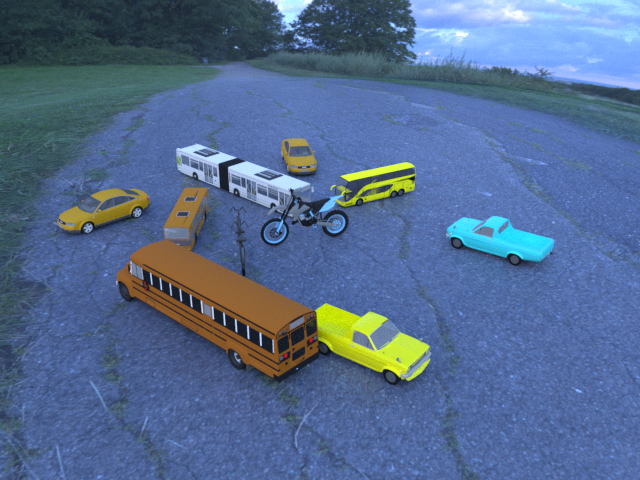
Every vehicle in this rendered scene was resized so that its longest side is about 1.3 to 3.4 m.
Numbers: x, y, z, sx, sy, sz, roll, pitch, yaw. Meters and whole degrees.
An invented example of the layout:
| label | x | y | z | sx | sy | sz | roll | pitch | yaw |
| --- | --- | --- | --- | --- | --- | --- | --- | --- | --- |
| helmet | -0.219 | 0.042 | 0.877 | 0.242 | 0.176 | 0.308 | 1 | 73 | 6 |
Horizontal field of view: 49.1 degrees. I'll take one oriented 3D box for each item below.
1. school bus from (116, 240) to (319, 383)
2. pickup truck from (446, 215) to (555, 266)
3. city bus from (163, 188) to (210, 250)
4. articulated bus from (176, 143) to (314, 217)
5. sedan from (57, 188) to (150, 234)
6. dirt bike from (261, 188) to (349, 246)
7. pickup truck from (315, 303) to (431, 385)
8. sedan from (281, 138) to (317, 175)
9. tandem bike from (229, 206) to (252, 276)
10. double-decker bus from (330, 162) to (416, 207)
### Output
| label | x | y | z | sx | sy | sz | roll | pitch | yaw |
| --- | --- | --- | --- | --- | --- | --- | --- | --- | --- |
| school bus | -1.449 | 0.755 | 8.832 | 3.322 | 0.844 | 0.709 | 22 | 33 | 37 |
| pickup truck | 2.785 | -0.049 | 10.887 | 1.603 | 0.511 | 0.640 | 18 | 31 | 32 |
| city bus | -2.181 | -0.347 | 11.565 | 0.476 | 0.460 | 1.674 | 1 | 26 | 1 |
| articulated bus | -1.506 | -1.176 | 13.172 | 3.401 | 0.561 | 0.605 | 23 | 34 | 39 |
| sedan | -3.692 | -0.554 | 11.970 | 1.613 | 0.483 | 0.635 | -23 | 34 | -39 |
| dirt bike | -0.230 | -0.368 | 11.152 | 1.493 | 0.857 | 0.527 | -9 | 27 | -18 |
| pickup truck | 0.521 | 1.161 | 8.373 | 1.603 | 0.511 | 0.640 | 18 | 31 | 33 |
| sedan | -0.445 | -1.794 | 14.547 | 0.635 | 0.483 | 1.613 | -4 | 26 | -9 |
| tandem bike | -1.216 | -0.047 | 10.686 | 0.283 | 0.682 | 1.642 | -4 | 26 | -8 |
| double-decker bus | 1.005 | -1.014 | 12.859 | 1.672 | 0.541 | 0.389 | -14 | 29 | -27 |
